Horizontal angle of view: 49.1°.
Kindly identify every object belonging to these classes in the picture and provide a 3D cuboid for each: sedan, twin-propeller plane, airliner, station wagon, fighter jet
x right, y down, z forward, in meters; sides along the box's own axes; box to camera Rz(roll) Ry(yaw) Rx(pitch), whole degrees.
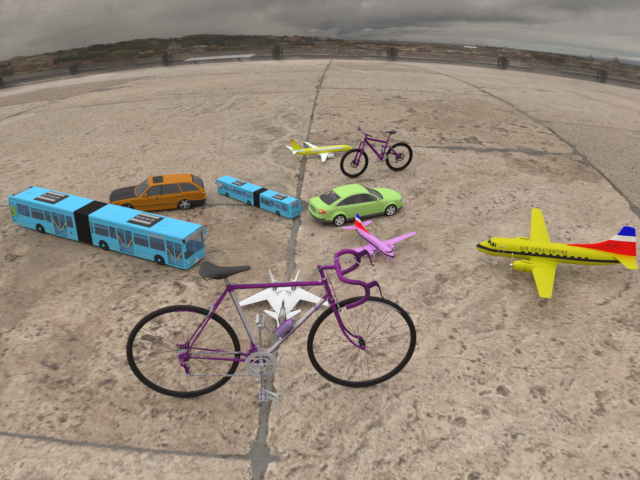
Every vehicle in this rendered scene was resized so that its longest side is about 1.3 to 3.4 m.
[{"bbox_3d":[0.604,-0.635,11.374,1.613,0.483,0.635,-11,30,-21],"label":"sedan"},{"bbox_3d":[0.789,-0.029,10.294,1.370,0.407,1.095,-14,31,-25],"label":"twin-propeller plane"},{"bbox_3d":[0.022,-1.848,13.760,1.307,0.429,1.161,-9,29,-16],"label":"airliner"},{"bbox_3d":[3.247,0.079,9.671,2.129,0.792,2.663,6,28,12],"label":"twin-propeller plane"},{"bbox_3d":[-2.719,-0.794,11.690,1.597,0.473,0.682,-7,28,-12],"label":"station wagon"},{"bbox_3d":[-0.467,0.807,8.820,1.147,0.286,1.358,0,28,-1],"label":"fighter jet"}]

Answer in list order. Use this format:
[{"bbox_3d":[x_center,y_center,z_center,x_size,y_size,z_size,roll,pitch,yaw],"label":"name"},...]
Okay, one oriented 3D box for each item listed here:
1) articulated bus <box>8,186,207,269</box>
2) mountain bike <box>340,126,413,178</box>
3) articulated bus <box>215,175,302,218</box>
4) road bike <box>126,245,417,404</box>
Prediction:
[{"bbox_3d":[-3.239,-0.222,10.498,3.401,0.561,0.605,13,30,23],"label":"articulated bus"},{"bbox_3d":[1.049,-1.614,12.837,1.469,0.868,0.573,-10,29,-19],"label":"mountain bike"},{"bbox_3d":[-1.054,-0.736,11.778,1.749,0.289,0.311,20,34,34],"label":"articulated bus"},{"bbox_3d":[-0.479,0.902,7.155,3.004,1.656,0.697,-2,28,-5],"label":"road bike"}]
